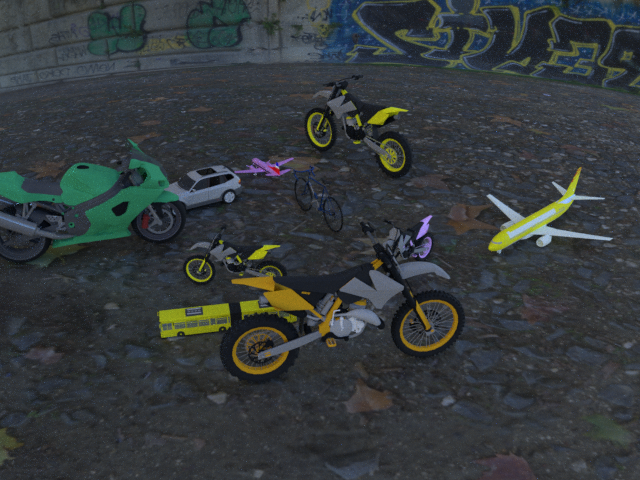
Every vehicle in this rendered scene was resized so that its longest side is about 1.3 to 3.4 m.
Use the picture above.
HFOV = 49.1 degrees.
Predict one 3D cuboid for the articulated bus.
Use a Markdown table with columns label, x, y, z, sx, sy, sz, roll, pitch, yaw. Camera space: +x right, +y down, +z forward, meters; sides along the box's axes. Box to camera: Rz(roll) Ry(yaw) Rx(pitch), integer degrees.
| label | x | y | z | sx | sy | sz | roll | pitch | yaw |
| --- | --- | --- | --- | --- | --- | --- | --- | --- | --- |
| articulated bus | -1.183 | 0.983 | 8.973 | 1.749 | 0.289 | 0.311 | -5 | 28 | -10 |

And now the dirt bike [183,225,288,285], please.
| label | x | y | z | sx | sy | sz | roll | pitch | yaw |
| --- | --- | --- | --- | --- | --- | --- | --- | --- | --- |
| dirt bike | -1.189 | 0.289 | 9.688 | 1.493 | 0.857 | 0.527 | 4 | 28 | 7 |

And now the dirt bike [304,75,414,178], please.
| label | x | y | z | sx | sy | sz | roll | pitch | yaw |
| --- | --- | --- | --- | --- | --- | --- | --- | --- | --- |
| dirt bike | 0.692 | -2.285 | 13.743 | 1.024 | 1.666 | 2.903 | -24 | 36 | -38 |

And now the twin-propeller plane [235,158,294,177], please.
| label | x | y | z | sx | sy | sz | roll | pitch | yaw |
| --- | --- | --- | --- | --- | --- | --- | --- | --- | --- |
| twin-propeller plane | -1.049 | -1.442 | 13.488 | 1.370 | 0.407 | 1.095 | -17 | 32 | -29 |

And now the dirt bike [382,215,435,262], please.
| label | x | y | z | sx | sy | sz | roll | pitch | yaw |
| --- | --- | --- | --- | --- | --- | --- | --- | --- | --- |
| dirt bike | 1.214 | 0.110 | 10.032 | 0.527 | 0.857 | 1.493 | 23 | 35 | 37 |

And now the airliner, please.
| label | x | y | z | sx | sy | sz | roll | pitch | yaw |
| --- | --- | --- | --- | --- | --- | --- | --- | --- | --- |
| airliner | 3.474 | -0.470 | 11.164 | 2.541 | 0.835 | 2.257 | -23 | 35 | -37 |

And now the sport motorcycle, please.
| label | x | y | z | sx | sy | sz | roll | pitch | yaw |
| --- | --- | --- | --- | --- | --- | --- | --- | --- | --- |
| sport motorcycle | -3.518 | -0.529 | 10.455 | 2.955 | 1.596 | 0.983 | -8 | 29 | -15 |

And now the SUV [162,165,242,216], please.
| label | x | y | z | sx | sy | sz | roll | pitch | yaw |
| --- | --- | --- | --- | --- | --- | --- | --- | --- | --- |
| SUV | -2.144 | -0.905 | 12.274 | 1.572 | 0.580 | 0.656 | -17 | 32 | -29 |

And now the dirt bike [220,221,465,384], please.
| label | x | y | z | sx | sy | sz | roll | pitch | yaw |
| --- | --- | --- | --- | --- | --- | --- | --- | --- | --- |
| dirt bike | 0.300 | 0.770 | 7.893 | 2.903 | 1.666 | 1.024 | -6 | 28 | -12 |

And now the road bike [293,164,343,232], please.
| label | x | y | z | sx | sy | sz | roll | pitch | yaw |
| --- | --- | --- | --- | --- | --- | --- | --- | --- | --- |
| road bike | -0.039 | -0.712 | 11.611 | 0.358 | 0.852 | 1.545 | -16 | 31 | -28 |
